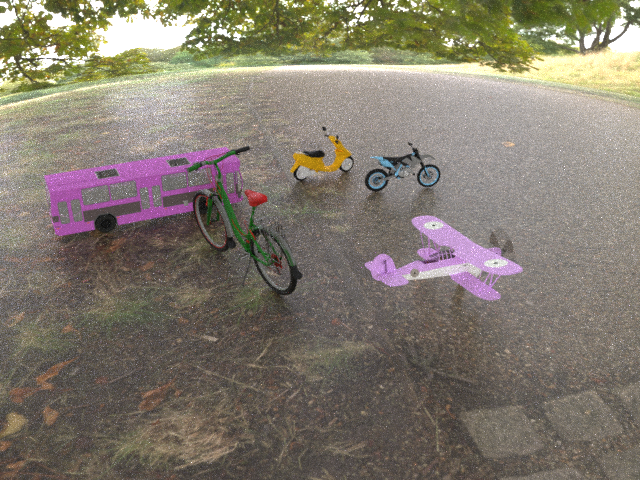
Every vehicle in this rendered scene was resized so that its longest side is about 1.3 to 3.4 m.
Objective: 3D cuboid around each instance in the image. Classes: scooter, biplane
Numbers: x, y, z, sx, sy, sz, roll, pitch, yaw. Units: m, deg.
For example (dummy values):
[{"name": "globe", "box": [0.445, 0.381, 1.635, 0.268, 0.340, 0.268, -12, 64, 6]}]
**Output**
[{"name": "scooter", "box": [0.059, -1.679, 13.757, 1.399, 0.919, 0.662, -13, 31, -24]}, {"name": "biplane", "box": [1.692, 0.327, 9.903, 2.120, 0.981, 2.598, -9, 29, -17]}]

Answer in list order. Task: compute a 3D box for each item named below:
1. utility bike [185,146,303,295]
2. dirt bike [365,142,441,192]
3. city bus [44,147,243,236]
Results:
[{"name": "utility bike", "box": [-1.230, -0.295, 10.161, 1.039, 1.839, 2.791, -21, 34, -34]}, {"name": "dirt bike", "box": [1.574, -1.350, 13.202, 1.493, 0.857, 0.527, -5, 28, -10]}, {"name": "city bus", "box": [-3.013, -0.846, 12.209, 3.255, 0.894, 0.926, -13, 30, -22]}]
